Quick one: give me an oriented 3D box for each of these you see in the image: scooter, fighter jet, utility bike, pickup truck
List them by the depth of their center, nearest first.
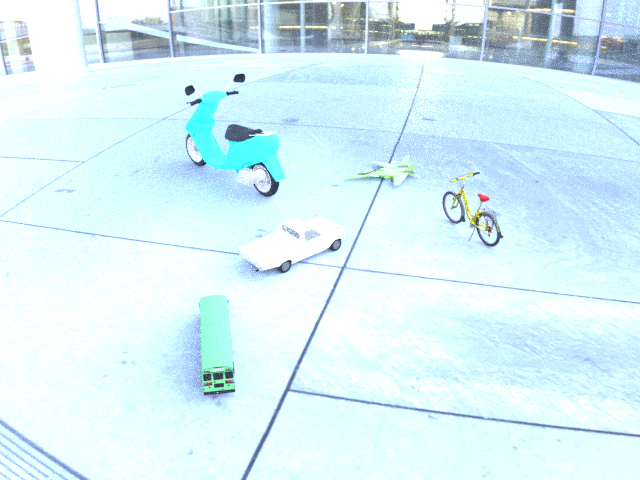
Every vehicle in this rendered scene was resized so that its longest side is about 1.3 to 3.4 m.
[{"bbox_3d":[-0.381,0.008,10.144,1.603,0.511,0.640,-22,35,-35],"label":"pickup truck"},{"bbox_3d":[2.267,-0.491,10.612,0.535,0.946,1.435,-14,31,-24],"label":"utility bike"},{"bbox_3d":[-1.588,-1.873,12.295,1.288,1.786,2.721,-25,37,-38],"label":"scooter"},{"bbox_3d":[1.090,-1.275,12.767,1.358,0.286,1.147,-8,29,-14],"label":"fighter jet"}]

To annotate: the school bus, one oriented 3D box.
[{"bbox_3d":[-1.210,1.127,8.144,0.365,0.434,1.708,-5,29,-8],"label":"school bus"}]
